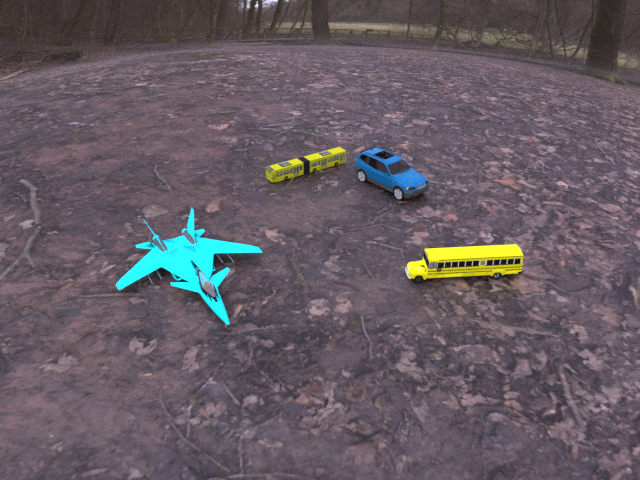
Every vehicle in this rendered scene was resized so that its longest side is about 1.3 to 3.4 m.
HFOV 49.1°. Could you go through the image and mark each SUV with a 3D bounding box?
[{"bbox_3d":[1.315,-1.271,13.041,0.656,0.580,1.572,-23,38,-34],"label":"SUV"}]

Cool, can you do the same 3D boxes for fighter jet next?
[{"bbox_3d":[-1.828,0.385,10.262,2.229,0.557,2.640,-15,34,-23],"label":"fighter jet"}]

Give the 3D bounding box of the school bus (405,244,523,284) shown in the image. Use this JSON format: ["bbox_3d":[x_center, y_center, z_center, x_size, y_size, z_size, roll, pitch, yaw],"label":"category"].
[{"bbox_3d":[2.141,0.345,10.451,1.708,0.434,0.365,-3,31,-5],"label":"school bus"}]

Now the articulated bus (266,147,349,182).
[{"bbox_3d":[-0.242,-1.474,13.670,1.749,0.289,0.311,-19,36,-29],"label":"articulated bus"}]
